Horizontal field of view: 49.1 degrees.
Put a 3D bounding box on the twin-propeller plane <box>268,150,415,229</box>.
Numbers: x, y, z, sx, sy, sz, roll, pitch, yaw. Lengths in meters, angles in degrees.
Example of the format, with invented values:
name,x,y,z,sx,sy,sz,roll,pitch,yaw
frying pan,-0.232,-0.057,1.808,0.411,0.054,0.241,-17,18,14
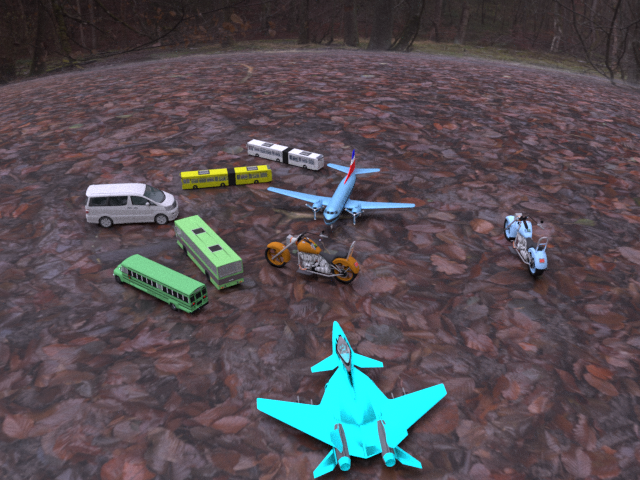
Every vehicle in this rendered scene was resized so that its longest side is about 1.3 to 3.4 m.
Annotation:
name,x,y,z,sx,sy,sz,roll,pitch,yaw
twin-propeller plane,0.397,-0.902,12.458,2.663,0.792,2.129,8,31,13

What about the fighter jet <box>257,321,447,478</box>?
name,x,y,z,sx,sy,sz,roll,pitch,yaw
fighter jet,0.356,1.610,8.317,2.229,0.557,2.640,-3,30,-6

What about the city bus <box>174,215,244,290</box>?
name,x,y,z,sx,sy,sz,roll,pitch,yaw
city bus,-1.746,0.187,10.894,0.476,0.460,1.674,-17,34,-27

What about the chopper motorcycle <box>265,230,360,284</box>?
name,x,y,z,sx,sy,sz,roll,pitch,yaw
chopper motorcycle,-0.134,0.200,10.569,1.563,0.761,0.466,14,33,22

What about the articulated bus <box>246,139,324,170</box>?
name,x,y,z,sx,sy,sz,roll,pitch,yaw
articulated bus,-0.733,-1.765,14.466,1.749,0.289,0.311,16,34,26

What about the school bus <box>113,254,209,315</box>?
name,x,y,z,sx,sy,sz,roll,pitch,yaw
school bus,-2.365,0.606,10.190,1.708,0.434,0.365,20,35,31

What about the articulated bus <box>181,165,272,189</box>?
name,x,y,z,sx,sy,sz,roll,pitch,yaw
articulated bus,-1.811,-1.216,13.509,1.749,0.289,0.311,-6,30,-10

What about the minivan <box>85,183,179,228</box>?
name,x,y,z,sx,sy,sz,roll,pitch,yaw
minivan,-3.265,-0.638,12.175,1.548,0.616,0.681,-3,30,-5

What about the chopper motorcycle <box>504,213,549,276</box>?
name,x,y,z,sx,sy,sz,roll,pitch,yaw
chopper motorcycle,3.227,-0.059,11.019,0.466,0.761,1.563,-3,30,-4
